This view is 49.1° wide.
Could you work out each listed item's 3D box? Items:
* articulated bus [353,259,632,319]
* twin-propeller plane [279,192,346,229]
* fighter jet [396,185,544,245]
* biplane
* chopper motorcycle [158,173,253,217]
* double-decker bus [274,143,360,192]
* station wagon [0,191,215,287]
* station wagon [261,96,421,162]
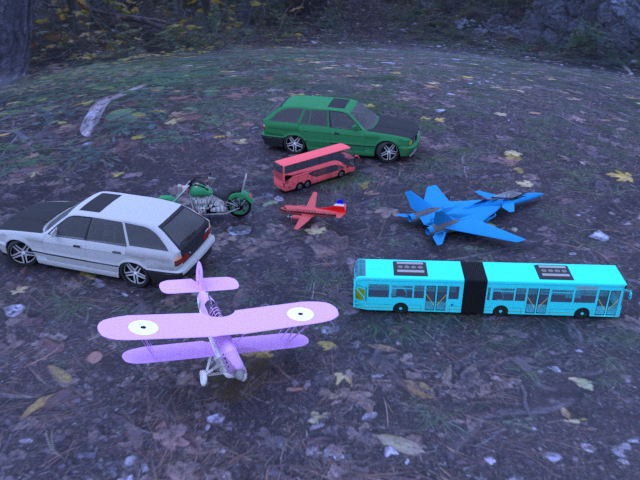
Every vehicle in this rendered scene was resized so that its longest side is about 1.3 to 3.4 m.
[{"bbox_3d":[2.136,0.614,8.970,3.401,0.561,0.605,1,29,3],"label":"articulated bus"},{"bbox_3d":[-0.129,-0.501,11.153,1.095,0.407,1.370,6,29,11],"label":"twin-propeller plane"},{"bbox_3d":[2.628,-0.626,11.224,2.640,0.557,2.229,-15,32,-24],"label":"fighter jet"},{"bbox_3d":[-1.133,0.951,7.926,2.598,0.981,2.120,-11,31,-18],"label":"biplane"},{"bbox_3d":[-1.852,-0.689,11.127,1.563,0.761,0.466,-1,29,-2],"label":"chopper motorcycle"},{"bbox_3d":[-0.060,-1.310,12.482,1.672,0.541,0.389,-20,35,-32],"label":"double-decker bus"},{"bbox_3d":[-3.114,-0.144,9.974,3.105,0.920,1.327,8,30,15],"label":"station wagon"},{"bbox_3d":[0.438,-2.261,13.814,3.105,0.920,1.327,7,30,12],"label":"station wagon"}]
